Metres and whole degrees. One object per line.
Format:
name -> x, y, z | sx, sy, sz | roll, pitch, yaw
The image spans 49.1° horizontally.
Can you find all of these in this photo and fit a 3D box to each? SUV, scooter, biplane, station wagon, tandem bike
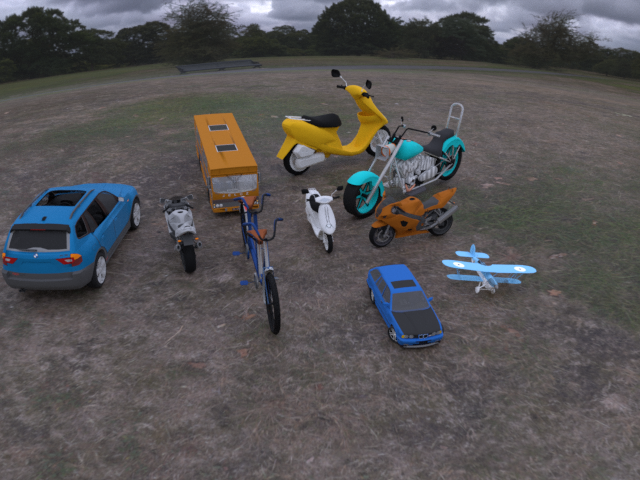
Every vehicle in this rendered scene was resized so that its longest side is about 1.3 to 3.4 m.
SUV -> -3.604, -0.272, 10.378 | 1.276, 1.128, 3.058 | 1, 26, 1
scooter -> 0.347, -2.315, 13.757 | 2.721, 1.786, 1.288 | -17, 31, -30
biplane -> 2.276, 0.414, 9.697 | 1.336, 0.504, 1.090 | -4, 27, -7
station wagon -> 1.071, 0.782, 8.989 | 0.682, 0.473, 1.597 | -5, 27, -11
scooter -> 0.002, -0.459, 10.991 | 0.662, 0.919, 1.399 | -6, 27, -12
tandem bike -> -0.863, 0.020, 9.566 | 0.550, 1.326, 3.192 | -6, 27, -12

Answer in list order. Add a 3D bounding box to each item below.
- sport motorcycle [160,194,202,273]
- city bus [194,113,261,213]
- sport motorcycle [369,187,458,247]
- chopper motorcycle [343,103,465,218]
sport motorcycle -> -2.051, -0.127, 10.430 | 0.506, 0.821, 1.520 | -8, 28, -16
city bus -> -1.800, -1.486, 13.090 | 0.926, 0.894, 3.255 | -6, 27, -12
sport motorcycle -> 1.450, -0.364, 10.909 | 1.520, 0.821, 0.506 | -11, 28, -21
chopper motorcycle -> 1.552, -1.436, 12.331 | 3.040, 1.480, 0.906 | -23, 34, -38
